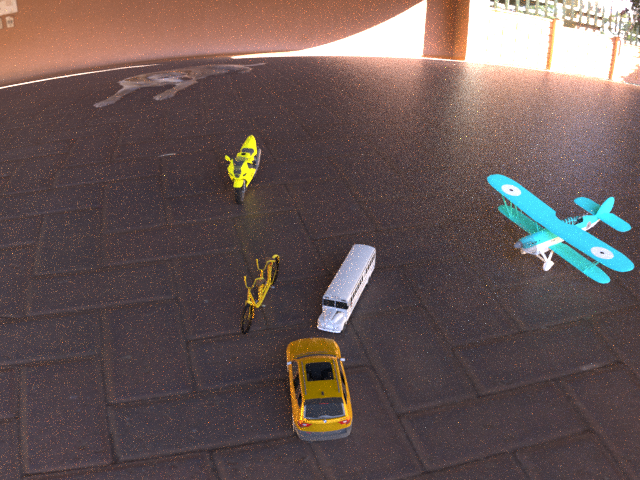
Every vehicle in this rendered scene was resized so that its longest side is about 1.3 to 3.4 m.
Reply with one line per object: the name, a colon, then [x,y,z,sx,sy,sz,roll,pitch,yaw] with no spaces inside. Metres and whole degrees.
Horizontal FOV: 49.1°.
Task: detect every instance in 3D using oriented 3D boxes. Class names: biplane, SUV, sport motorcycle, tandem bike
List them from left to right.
sport motorcycle: [-1.348,-1.272,12.543,0.506,0.821,1.520,3,29,5]
tandem bike: [-0.784,0.590,9.345,0.283,0.682,1.642,7,30,12]
SUV: [-0.025,1.546,7.734,0.656,0.580,1.572,-3,29,-5]
biplane: [3.647,-0.141,10.351,2.120,0.981,2.598,-17,34,-28]

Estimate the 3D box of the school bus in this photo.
school bus: [0.376,0.643,9.504,0.365,0.434,1.708,9,30,16]
